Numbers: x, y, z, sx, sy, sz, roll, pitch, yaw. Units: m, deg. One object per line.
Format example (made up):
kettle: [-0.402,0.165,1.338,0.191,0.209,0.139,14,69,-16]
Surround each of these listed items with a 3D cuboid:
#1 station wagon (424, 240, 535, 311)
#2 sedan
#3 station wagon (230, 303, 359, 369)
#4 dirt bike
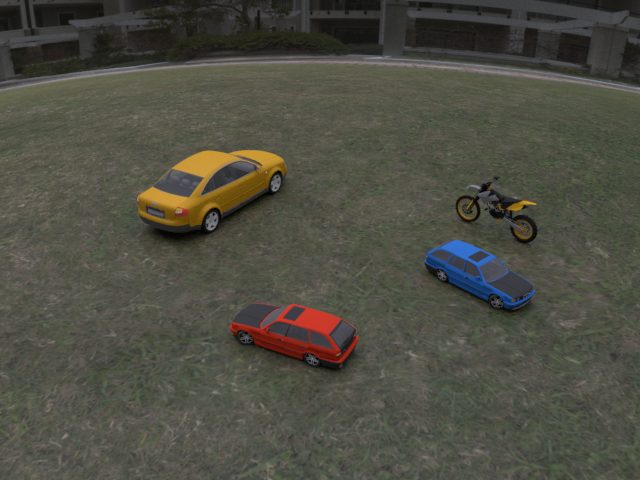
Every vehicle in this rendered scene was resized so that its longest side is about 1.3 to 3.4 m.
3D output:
station wagon: [2.237,0.442,9.833,0.682,0.473,1.597,-23,36,-36]
sedan: [-1.760,-1.036,12.076,1.235,0.940,3.137,17,33,28]
station wagon: [-0.343,1.087,8.641,1.597,0.473,0.682,13,31,23]
dirt bike: [2.817,-0.514,11.197,1.493,0.857,0.527,24,37,37]
